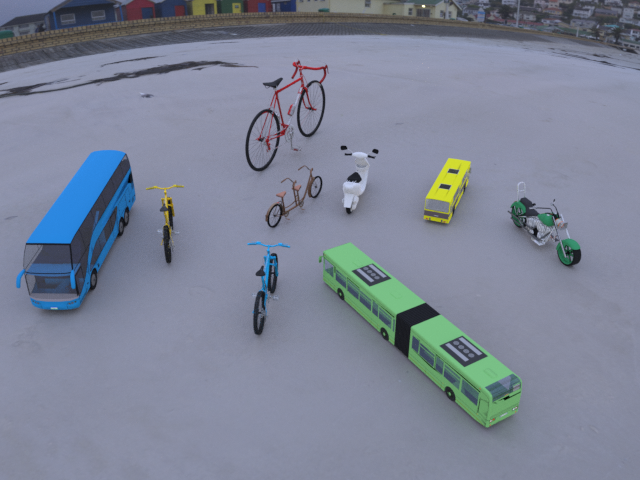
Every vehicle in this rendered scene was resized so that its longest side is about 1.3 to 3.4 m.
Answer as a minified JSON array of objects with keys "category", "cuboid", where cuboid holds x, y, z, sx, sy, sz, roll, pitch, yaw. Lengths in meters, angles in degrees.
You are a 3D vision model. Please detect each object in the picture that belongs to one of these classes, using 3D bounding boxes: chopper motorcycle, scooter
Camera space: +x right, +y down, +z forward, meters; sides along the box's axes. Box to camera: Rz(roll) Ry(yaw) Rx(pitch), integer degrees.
[{"category":"chopper motorcycle","cuboid":[3.439,-0.255,10.680,0.466,0.761,1.563,-12,33,-19]},{"category":"scooter","cuboid":[0.625,-1.087,11.903,0.662,0.919,1.399,8,32,13]}]

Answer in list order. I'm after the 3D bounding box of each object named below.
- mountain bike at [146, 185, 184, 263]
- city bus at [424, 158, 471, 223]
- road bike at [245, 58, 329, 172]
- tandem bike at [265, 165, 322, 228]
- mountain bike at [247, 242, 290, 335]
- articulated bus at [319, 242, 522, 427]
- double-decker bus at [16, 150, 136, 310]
[{"category":"mountain bike","cuboid":[-2.322,-0.305,10.658,0.573,0.868,1.469,-4,31,-7]},{"category":"city bus","cuboid":[2.186,-0.840,11.936,0.476,0.460,1.674,12,33,18]},{"category":"road bike","cuboid":[-0.608,-2.466,13.470,0.697,1.656,3.004,15,34,24]},{"category":"tandem bike","cuboid":[-0.412,-0.765,11.599,0.283,0.682,1.642,19,36,28]},{"category":"mountain bike","cuboid":[-0.708,0.562,9.226,0.573,0.868,1.469,4,31,6]},{"category":"articulated bus","cuboid":[1.101,1.030,8.750,0.605,0.561,3.401,-18,35,-27]},{"category":"double-decker bus","cuboid":[-3.472,-0.217,10.335,0.756,1.052,3.251,1,31,1]}]
